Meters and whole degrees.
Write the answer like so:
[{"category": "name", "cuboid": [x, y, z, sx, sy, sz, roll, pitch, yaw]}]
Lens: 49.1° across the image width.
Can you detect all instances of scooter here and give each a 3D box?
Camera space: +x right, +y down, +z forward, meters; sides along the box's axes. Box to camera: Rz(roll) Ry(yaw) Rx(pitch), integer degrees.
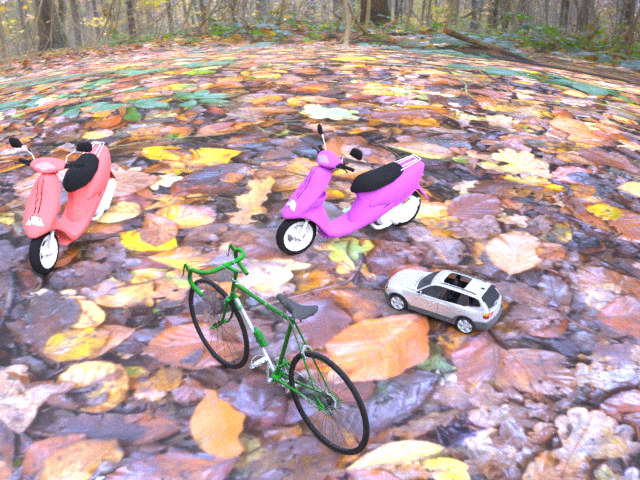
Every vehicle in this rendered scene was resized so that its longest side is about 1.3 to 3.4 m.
[{"category": "scooter", "cuboid": [0.542, -0.810, 10.780, 2.721, 1.786, 1.288, -15, 33, -24]}, {"category": "scooter", "cuboid": [-3.859, -0.822, 10.801, 1.288, 1.786, 2.721, 4, 30, 8]}]

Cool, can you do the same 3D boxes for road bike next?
[{"category": "road bike", "cuboid": [-0.566, 1.109, 7.550, 0.697, 1.656, 3.004, -25, 38, -37]}]

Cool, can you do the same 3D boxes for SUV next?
[{"category": "SUV", "cuboid": [1.636, 0.713, 9.329, 1.572, 0.580, 0.656, 18, 34, 28]}]
